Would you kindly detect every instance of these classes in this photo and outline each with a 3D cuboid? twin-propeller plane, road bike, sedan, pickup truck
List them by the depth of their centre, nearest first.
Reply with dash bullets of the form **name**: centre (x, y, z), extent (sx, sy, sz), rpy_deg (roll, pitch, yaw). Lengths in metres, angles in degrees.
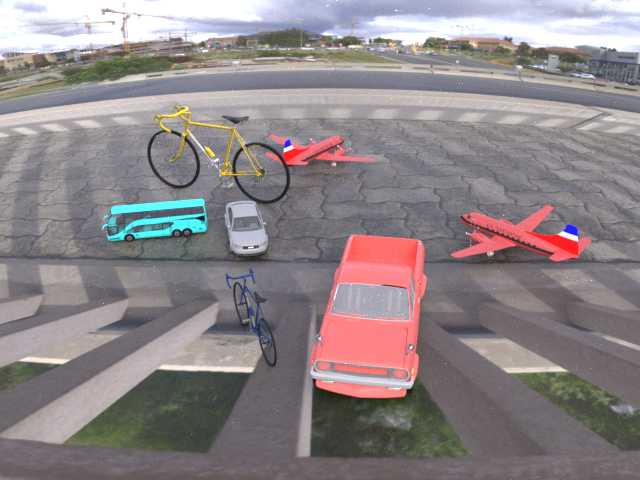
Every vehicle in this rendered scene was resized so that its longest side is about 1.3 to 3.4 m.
- **road bike**: centre (-0.832, 0.918, 8.704), extent (0.358, 0.852, 1.545), rpy_deg (-12, 29, -22)
- **pickup truck**: centre (0.700, 0.747, 8.885), extent (1.244, 0.993, 3.117), rpy_deg (4, 27, 9)
- **twin-propeller plane**: centre (3.053, -0.154, 10.892), extent (2.663, 0.792, 2.129), rpy_deg (-22, 34, -37)
- **sedan**: centre (-1.215, -0.251, 11.425), extent (0.635, 0.483, 1.613), rpy_deg (-5, 27, -10)
- **road bike**: centre (-1.908, -1.573, 12.741), extent (3.004, 1.656, 0.696), rpy_deg (11, 29, 20)
- **twin-propeller plane**: centre (-0.110, -1.904, 14.355), extent (2.663, 0.792, 2.129), rpy_deg (18, 32, 31)

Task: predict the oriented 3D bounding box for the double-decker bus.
- **double-decker bus**: centre (-2.705, -0.323, 11.504), extent (1.672, 0.541, 0.389), rpy_deg (-6, 27, -11)
